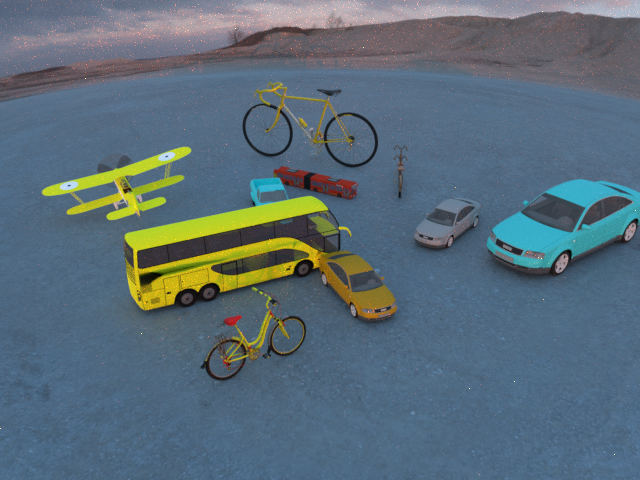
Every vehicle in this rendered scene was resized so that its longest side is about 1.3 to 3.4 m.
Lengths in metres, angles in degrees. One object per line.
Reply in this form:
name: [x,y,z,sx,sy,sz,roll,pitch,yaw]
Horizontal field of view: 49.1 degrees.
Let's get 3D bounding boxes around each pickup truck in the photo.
pickup truck: [-0.864,-0.738,12.407,0.640,0.511,1.603,-5,27,-10]

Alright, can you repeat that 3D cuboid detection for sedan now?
sedan: [3.983,-0.344,11.159,3.137,0.940,1.235,-19,32,-32]
sedan: [2.142,-0.346,11.667,0.635,0.483,1.613,19,32,32]
sedan: [0.518,0.577,9.851,0.635,0.483,1.613,-12,29,-21]

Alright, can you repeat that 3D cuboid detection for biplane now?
biplane: [-3.373,-0.831,12.072,2.598,0.981,2.120,-12,29,-22]

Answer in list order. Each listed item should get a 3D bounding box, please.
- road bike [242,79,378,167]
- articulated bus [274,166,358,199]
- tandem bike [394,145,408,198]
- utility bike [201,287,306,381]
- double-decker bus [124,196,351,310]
road bike: [-0.245,-2.393,14.400,3.004,1.656,0.697,9,28,18]
articulated bus: [-0.099,-1.108,13.380,1.749,0.289,0.311,15,31,27]
tandem bike: [1.546,-1.370,13.462,0.283,0.682,1.642,3,27,5]
utility bike: [-0.802,1.091,8.330,1.435,0.946,0.535,-17,32,-30]
double-decker bus: [-1.138,0.134,10.096,3.251,1.052,0.756,-13,30,-24]
